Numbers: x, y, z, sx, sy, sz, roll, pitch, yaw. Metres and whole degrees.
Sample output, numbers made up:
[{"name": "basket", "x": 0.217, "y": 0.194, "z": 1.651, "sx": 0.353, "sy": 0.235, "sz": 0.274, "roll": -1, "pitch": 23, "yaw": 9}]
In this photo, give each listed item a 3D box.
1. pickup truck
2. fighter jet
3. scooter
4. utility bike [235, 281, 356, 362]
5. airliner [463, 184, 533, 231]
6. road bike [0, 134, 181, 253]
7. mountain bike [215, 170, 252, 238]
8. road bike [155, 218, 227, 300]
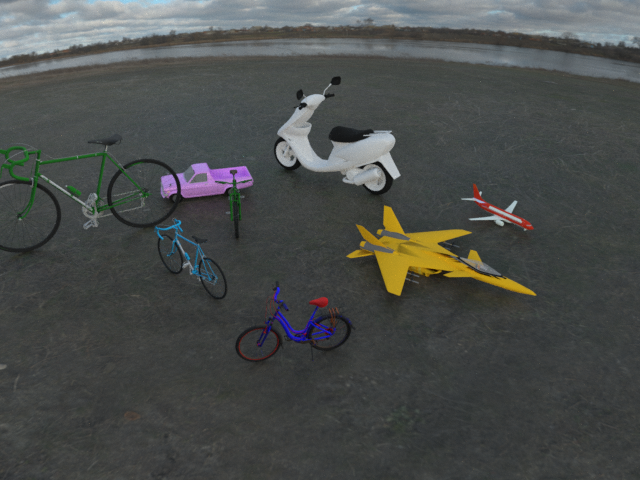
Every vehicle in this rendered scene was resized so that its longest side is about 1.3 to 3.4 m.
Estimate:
[{"name": "pickup truck", "x": -1.998, "y": -1.056, "z": 12.301, "sx": 1.603, "sy": 0.511, "sz": 0.640, "roll": -8, "pitch": 29, "yaw": -15}, {"name": "fighter jet", "x": 1.783, "y": 0.217, "z": 9.836, "sx": 2.640, "sy": 0.557, "sz": 2.229, "roll": 19, "pitch": 33, "yaw": 31}, {"name": "scooter", "x": 0.233, "y": -1.861, "z": 12.460, "sx": 2.721, "sy": 1.786, "sz": 1.288, "roll": 19, "pitch": 33, "yaw": 31}, {"name": "utility bike", "x": -0.255, "y": 0.978, "z": 7.977, "sx": 1.435, "sy": 0.946, "sz": 0.535, "roll": -7, "pitch": 29, "yaw": -13}, {"name": "airliner", "x": 2.947, "y": -0.523, "z": 11.377, "sx": 1.161, "sy": 0.429, "sz": 1.307, "roll": -20, "pitch": 34, "yaw": -33}, {"name": "road bike", "x": -3.573, "y": -0.751, "z": 10.495, "sx": 3.004, "sy": 1.656, "sz": 0.697, "roll": -13, "pitch": 30, "yaw": -23}, {"name": "mountain bike", "x": -1.355, "y": -0.654, "z": 11.155, "sx": 0.573, "sy": 0.868, "sz": 1.469, "roll": -3, "pitch": 28, "yaw": -6}, {"name": "road bike", "x": -1.758, "y": 0.243, "z": 9.472, "sx": 1.545, "sy": 0.852, "sz": 0.358, "roll": 24, "pitch": 36, "yaw": 38}]
